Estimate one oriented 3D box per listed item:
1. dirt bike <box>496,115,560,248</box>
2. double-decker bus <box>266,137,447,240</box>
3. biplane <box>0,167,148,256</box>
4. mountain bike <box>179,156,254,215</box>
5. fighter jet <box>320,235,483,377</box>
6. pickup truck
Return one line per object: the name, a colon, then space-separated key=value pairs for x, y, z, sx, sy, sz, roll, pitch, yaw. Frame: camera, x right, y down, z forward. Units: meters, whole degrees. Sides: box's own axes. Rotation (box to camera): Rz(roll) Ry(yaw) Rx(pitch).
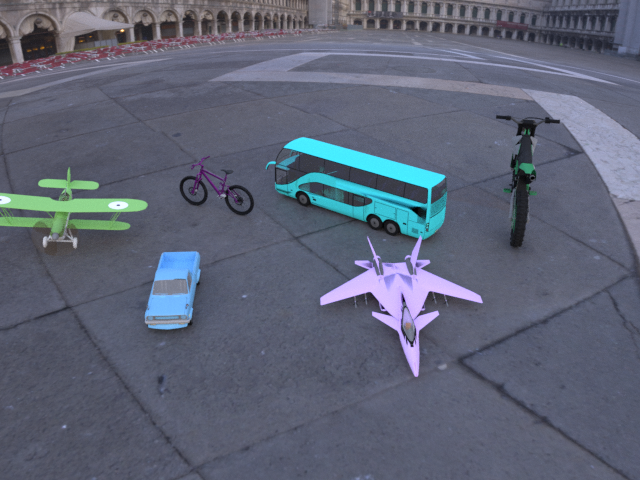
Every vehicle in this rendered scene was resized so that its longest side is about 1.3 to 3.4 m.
dirt bike: x=3.354 y=-1.155 z=11.678 sx=1.024 sy=1.666 sz=2.903 roll=7 pitch=31 yaw=11
double-decker bus: x=0.574 y=-0.937 z=11.913 sx=3.251 sy=1.052 sz=0.756 roll=20 pitch=36 yaw=30
biplane: x=-4.086 y=-0.512 z=11.262 sx=2.598 sy=0.981 sz=2.120 roll=-6 pitch=31 yaw=-10
mountain bike: x=-1.797 y=-0.907 z=12.044 sx=1.469 sy=0.868 sz=0.573 roll=12 pitch=33 yaw=20
fighter jet: x=1.126 y=0.818 z=9.422 sx=2.229 sy=0.557 sz=2.640 roll=-1 pitch=31 yaw=-1
pickup truck: x=-2.040 y=0.627 z=9.792 sx=0.640 sy=0.511 sz=1.603 roll=-1 pitch=31 yaw=-3
